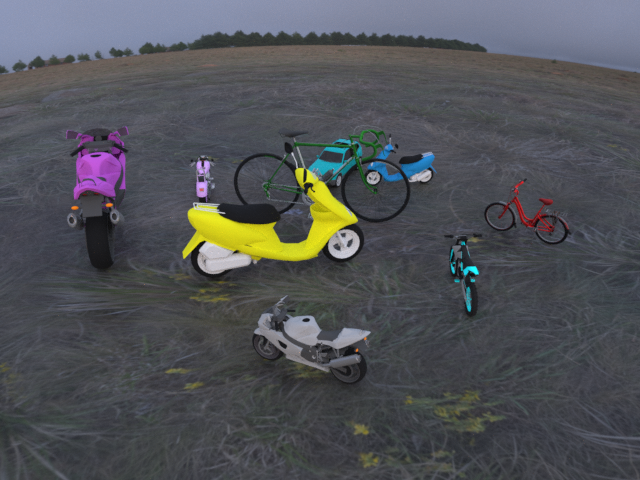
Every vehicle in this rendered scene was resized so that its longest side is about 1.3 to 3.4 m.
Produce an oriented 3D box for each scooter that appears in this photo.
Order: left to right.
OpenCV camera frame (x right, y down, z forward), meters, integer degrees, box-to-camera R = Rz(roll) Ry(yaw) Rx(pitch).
[{"bbox_3d":[-0.649,-0.350,10.130,2.721,1.786,1.288,-7,28,-12],"label":"scooter"},{"bbox_3d":[1.526,-1.475,13.195,1.399,0.919,0.662,-3,28,-6],"label":"scooter"}]

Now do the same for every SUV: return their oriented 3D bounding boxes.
[{"bbox_3d":[0.307,-1.540,13.682,0.656,0.580,1.572,13,30,23],"label":"SUV"}]

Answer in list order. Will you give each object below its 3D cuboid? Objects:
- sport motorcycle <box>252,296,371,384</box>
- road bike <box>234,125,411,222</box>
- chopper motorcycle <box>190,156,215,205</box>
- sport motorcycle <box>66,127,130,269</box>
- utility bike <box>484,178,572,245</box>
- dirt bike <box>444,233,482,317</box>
[{"bbox_3d":[-0.131,1.201,8.221,1.520,0.821,0.506,12,30,21],"label":"sport motorcycle"},{"bbox_3d":[0.014,-1.097,11.687,3.004,1.656,0.696,4,28,7],"label":"road bike"},{"bbox_3d":[-2.139,-1.218,12.876,0.466,0.761,1.563,-3,28,-5],"label":"chopper motorcycle"},{"bbox_3d":[-3.477,-0.764,11.118,0.983,1.596,2.955,-6,28,-11],"label":"sport motorcycle"},{"bbox_3d":[3.309,-0.427,11.176,1.435,0.946,0.535,17,32,29],"label":"utility bike"},{"bbox_3d":[1.992,0.380,9.740,0.527,0.857,1.493,-1,28,-2],"label":"dirt bike"}]
